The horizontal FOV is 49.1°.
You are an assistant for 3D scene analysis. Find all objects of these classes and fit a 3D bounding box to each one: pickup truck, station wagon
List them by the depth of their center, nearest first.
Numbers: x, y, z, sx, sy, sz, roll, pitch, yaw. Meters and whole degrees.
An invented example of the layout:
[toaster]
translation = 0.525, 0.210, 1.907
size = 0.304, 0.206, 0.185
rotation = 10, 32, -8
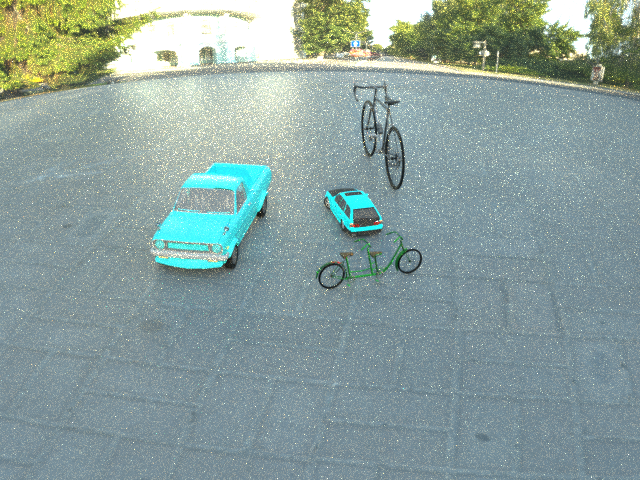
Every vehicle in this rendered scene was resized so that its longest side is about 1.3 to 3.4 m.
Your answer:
[pickup truck]
translation = -1.635, -0.562, 11.156
size = 1.244, 0.993, 3.117
rotation = 4, 27, 8
[station wagon]
translation = 0.545, -0.578, 11.775
size = 0.682, 0.473, 1.597
rotation = -7, 27, -13

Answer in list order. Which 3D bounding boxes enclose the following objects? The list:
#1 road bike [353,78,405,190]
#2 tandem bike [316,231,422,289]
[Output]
[road bike]
translation = 1.191, -2.125, 13.568
size = 0.696, 1.656, 3.004
rotation = -5, 27, -10
[tandem bike]
translation = 0.709, 0.279, 9.807
size = 1.642, 0.682, 0.283
rotation = -10, 28, -18
